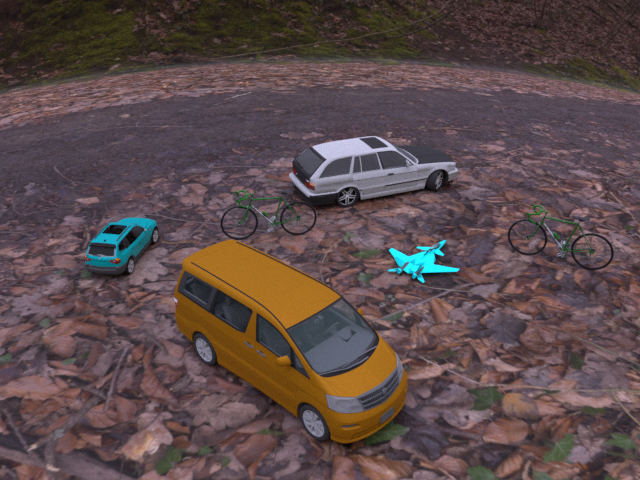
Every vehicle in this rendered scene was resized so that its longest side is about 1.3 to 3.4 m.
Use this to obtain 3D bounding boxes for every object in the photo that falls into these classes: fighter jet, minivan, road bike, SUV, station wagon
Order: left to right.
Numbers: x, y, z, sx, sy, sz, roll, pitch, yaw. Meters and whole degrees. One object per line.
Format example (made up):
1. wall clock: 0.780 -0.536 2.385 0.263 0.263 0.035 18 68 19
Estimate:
1. SUV: -3.004 0.001 10.654 0.656 0.580 1.572 5 28 9
2. road bike: -0.816 -0.419 11.157 1.545 0.852 0.358 -5 28 -9
3. minivan: -0.392 1.053 8.014 3.011 1.197 1.324 24 36 38
4. station wagon: 1.032 -1.378 12.890 3.105 0.920 1.327 -11 30 -20
5. fighter jet: 1.621 0.190 10.612 1.147 0.286 1.358 18 33 30
6. road bike: 3.589 -0.044 10.450 1.545 0.852 0.358 14 31 25
